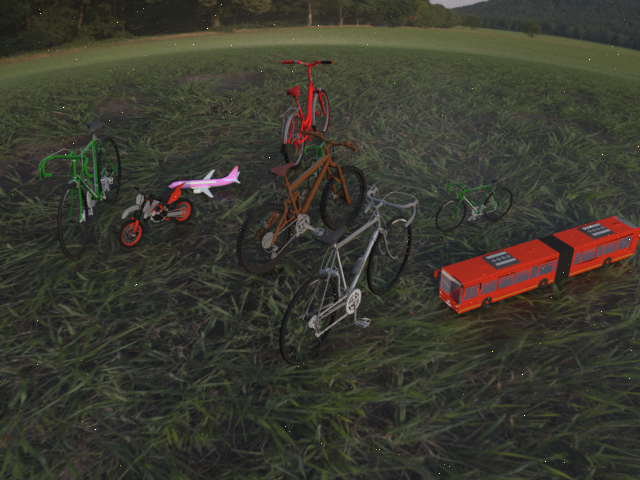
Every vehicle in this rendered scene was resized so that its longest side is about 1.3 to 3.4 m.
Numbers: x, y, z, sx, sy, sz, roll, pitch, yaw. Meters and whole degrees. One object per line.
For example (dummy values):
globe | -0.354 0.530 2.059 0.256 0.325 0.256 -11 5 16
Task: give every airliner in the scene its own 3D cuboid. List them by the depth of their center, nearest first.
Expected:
airliner | -2.109 -1.118 12.763 1.307 0.429 1.161 -3 30 -5

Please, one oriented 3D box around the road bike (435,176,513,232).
road bike | 2.554 -0.609 11.464 1.545 0.852 0.358 -13 33 -22

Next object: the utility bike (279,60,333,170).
utility bike | -0.357 -2.607 13.926 1.039 1.839 2.791 9 31 16

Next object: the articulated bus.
articulated bus | 3.227 0.312 10.165 3.401 0.561 0.605 -14 33 -23

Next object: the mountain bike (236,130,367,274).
mountain bike | -0.201 -0.604 10.622 1.114 1.688 2.857 24 38 35

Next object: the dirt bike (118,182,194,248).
dirt bike | -2.621 -0.452 11.188 0.527 0.857 1.493 23 37 34

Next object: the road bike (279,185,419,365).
road bike | 0.429 0.378 8.960 0.696 1.656 3.004 20 36 31

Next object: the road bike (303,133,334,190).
road bike | 0.027 -1.513 13.023 0.358 0.852 1.545 9 31 16

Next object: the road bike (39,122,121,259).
road bike | -3.695 -0.962 11.271 0.696 1.656 3.004 1 30 2
